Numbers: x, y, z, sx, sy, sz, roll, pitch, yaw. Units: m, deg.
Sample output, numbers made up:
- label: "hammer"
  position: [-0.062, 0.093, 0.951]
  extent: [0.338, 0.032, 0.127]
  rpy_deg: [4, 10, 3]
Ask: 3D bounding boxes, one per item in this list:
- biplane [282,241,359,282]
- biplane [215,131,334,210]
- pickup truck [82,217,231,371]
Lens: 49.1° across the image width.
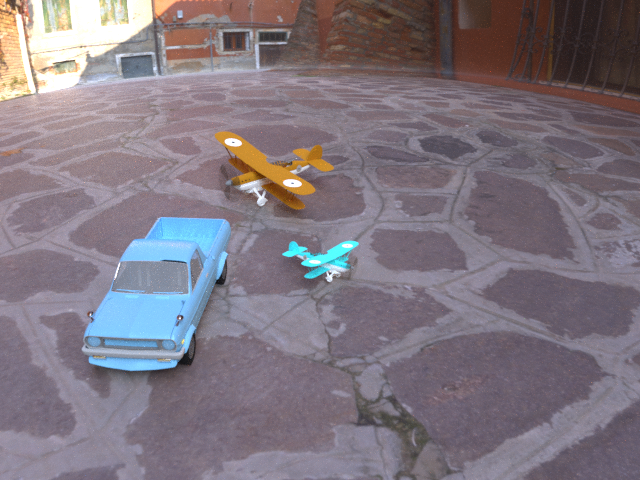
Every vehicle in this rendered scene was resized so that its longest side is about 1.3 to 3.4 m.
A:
- label: "biplane"
  position: [0.020, 0.273, 9.909]
  extent: [1.090, 0.504, 1.336]
  rpy_deg: [15, 30, 28]
- label: "biplane"
  position: [-0.749, -1.193, 12.333]
  extent: [2.120, 0.981, 2.598]
  rpy_deg: [-21, 33, -35]
- label: "pickup truck"
  position: [-1.966, 0.469, 8.964]
  extent: [1.244, 0.993, 3.117]
  rpy_deg: [2, 26, 4]
